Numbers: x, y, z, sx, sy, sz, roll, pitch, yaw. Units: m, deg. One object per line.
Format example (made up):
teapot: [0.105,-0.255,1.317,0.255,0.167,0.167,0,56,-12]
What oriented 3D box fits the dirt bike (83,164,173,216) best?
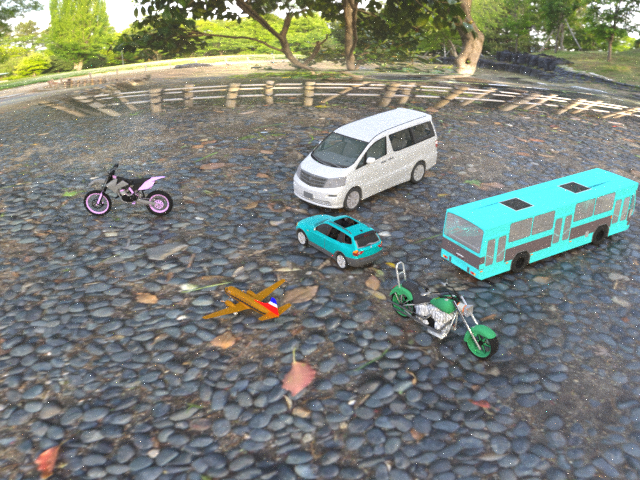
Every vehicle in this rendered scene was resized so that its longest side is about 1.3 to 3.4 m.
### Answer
dirt bike: [-3.214,-0.787,11.654,1.493,0.857,0.527,-1,26,-1]

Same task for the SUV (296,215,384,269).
SUV: [0.272,-0.080,10.544,0.656,0.580,1.572,-19,32,-33]

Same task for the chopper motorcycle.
chopper motorcycle: [1.479,0.842,8.485,0.466,0.761,1.563,-23,35,-39]

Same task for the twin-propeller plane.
twin-propeller plane: [-0.898,0.759,9.050,1.095,0.407,1.370,24,35,39]

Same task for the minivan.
minivan: [0.861,-1.515,12.736,1.324,1.197,3.011,24,35,39]

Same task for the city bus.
city bus: [3.356,-0.261,10.555,3.255,0.894,0.926,-15,30,-28]
